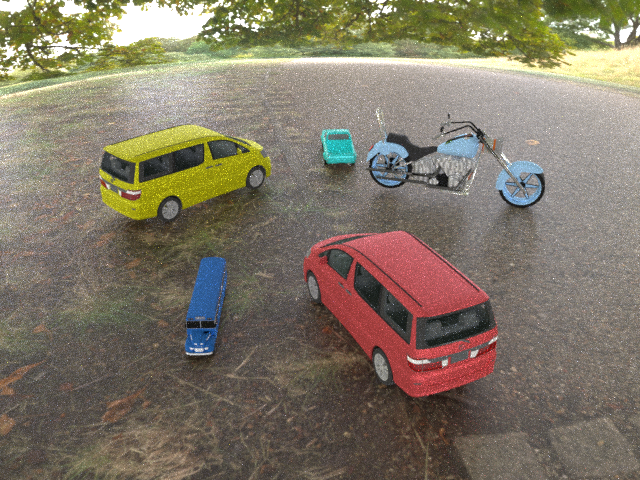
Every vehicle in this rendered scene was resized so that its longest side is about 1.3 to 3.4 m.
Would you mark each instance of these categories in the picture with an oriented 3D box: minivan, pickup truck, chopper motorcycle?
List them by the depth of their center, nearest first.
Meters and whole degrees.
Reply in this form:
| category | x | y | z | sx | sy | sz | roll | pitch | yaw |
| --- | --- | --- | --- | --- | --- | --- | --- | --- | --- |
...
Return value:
| category | x | y | z | sx | sy | sz | roll | pitch | yaw |
| --- | --- | --- | --- | --- | --- | --- | --- | --- | --- |
| minivan | 0.824 | 0.589 | 8.415 | 1.324 | 1.197 | 3.011 | -12 | 30 | -22 |
| chopper motorcycle | 2.283 | -1.400 | 11.843 | 3.040 | 1.480 | 0.906 | 8 | 29 | 15 |
| minivan | -2.206 | -1.292 | 11.941 | 1.324 | 1.197 | 3.011 | 25 | 37 | 38 |
| pickup truck | 0.359 | -1.883 | 13.778 | 0.640 | 0.511 | 1.603 | -1 | 28 | -3 |

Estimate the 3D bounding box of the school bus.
| category | x | y | z | sx | sy | sz | roll | pitch | yaw |
| --- | --- | --- | --- | --- | --- | --- | --- | --- | --- |
| school bus | -1.422 | 0.813 | 8.805 | 0.365 | 0.434 | 1.708 | -1 | 28 | -1 |
